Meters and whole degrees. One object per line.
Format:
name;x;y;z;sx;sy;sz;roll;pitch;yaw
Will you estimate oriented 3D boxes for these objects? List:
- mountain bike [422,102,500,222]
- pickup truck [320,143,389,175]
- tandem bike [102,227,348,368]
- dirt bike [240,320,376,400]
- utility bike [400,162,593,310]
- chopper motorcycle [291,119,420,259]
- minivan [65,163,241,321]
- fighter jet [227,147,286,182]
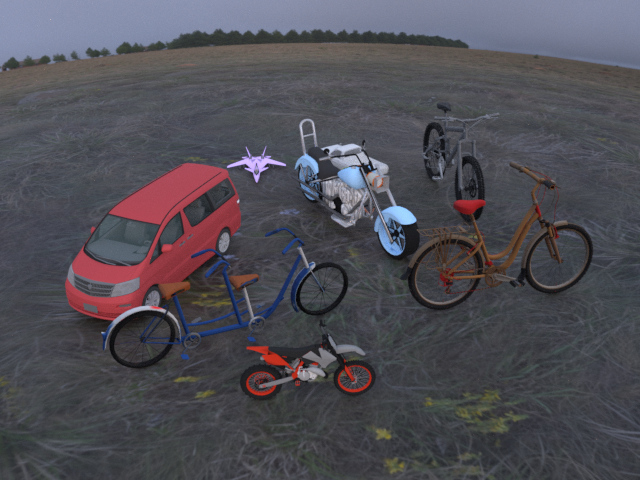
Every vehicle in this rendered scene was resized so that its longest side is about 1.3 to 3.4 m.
mountain bike;2.301;-1.517;12.203;1.114;1.688;2.857;-5;28;-9
pickup truck;0.594;-1.541;13.513;0.640;0.511;1.603;-20;34;-33
tandem bike;-1.045;0.662;8.455;3.192;1.326;0.550;-14;31;-24
dirt bike;-0.130;1.367;7.618;1.493;0.857;0.527;-2;28;-3
utility bike;2.365;-0.043;9.242;2.791;1.839;1.039;-7;28;-12
chopper motorcycle;0.519;-0.867;11.192;0.906;1.480;3.040;-17;32;-30
minivan;-2.301;-0.052;9.948;1.324;1.197;3.011;12;30;21
fighter jet;-1.235;-1.466;13.609;1.147;0.286;1.358;-2;28;-4
